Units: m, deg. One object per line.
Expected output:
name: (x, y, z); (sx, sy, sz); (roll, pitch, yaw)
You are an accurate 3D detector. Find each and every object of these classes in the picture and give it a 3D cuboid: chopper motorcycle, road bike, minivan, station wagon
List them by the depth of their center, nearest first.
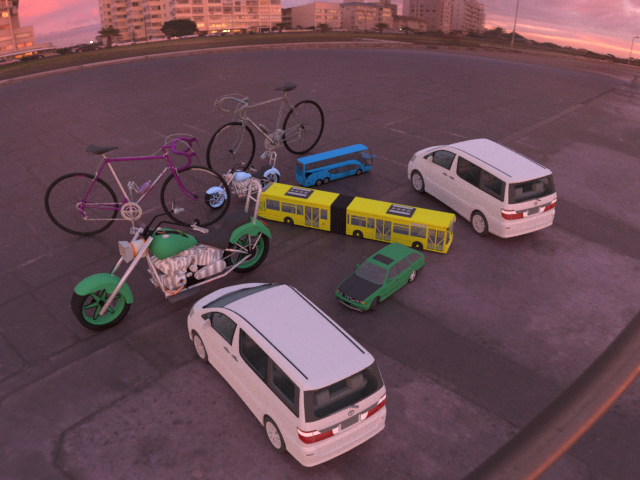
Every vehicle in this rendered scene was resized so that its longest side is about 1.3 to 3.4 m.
minivan: (-0.521, 1.270, 8.256); (1.324, 1.197, 3.011); (-19, 35, -29)
chopper motorcycle: (-2.024, 0.185, 9.846); (3.040, 1.480, 0.906); (-20, 36, -31)
station wagon: (0.897, 0.493, 10.318); (0.682, 0.473, 1.597); (23, 37, 34)
road bike: (-2.992, -0.856, 11.467); (3.004, 1.656, 0.697); (-4, 30, -7)
minivan: (2.758, -1.113, 12.367); (1.324, 1.197, 3.011); (-14, 33, -23)
chopper motorcycle: (-1.403, -1.090, 12.762); (1.563, 0.761, 0.466); (-21, 36, -32)
road bike: (-1.017, -2.225, 13.830); (3.004, 1.656, 0.697); (-25, 38, -36)

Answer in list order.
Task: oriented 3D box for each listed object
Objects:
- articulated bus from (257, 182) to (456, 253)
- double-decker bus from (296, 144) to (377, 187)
articulated bus: (0.567, -0.399, 11.770); (3.401, 0.561, 0.605); (11, 32, 19)
double-decker bus: (0.312, -1.464, 13.628); (1.672, 0.541, 0.389); (-17, 34, -27)
